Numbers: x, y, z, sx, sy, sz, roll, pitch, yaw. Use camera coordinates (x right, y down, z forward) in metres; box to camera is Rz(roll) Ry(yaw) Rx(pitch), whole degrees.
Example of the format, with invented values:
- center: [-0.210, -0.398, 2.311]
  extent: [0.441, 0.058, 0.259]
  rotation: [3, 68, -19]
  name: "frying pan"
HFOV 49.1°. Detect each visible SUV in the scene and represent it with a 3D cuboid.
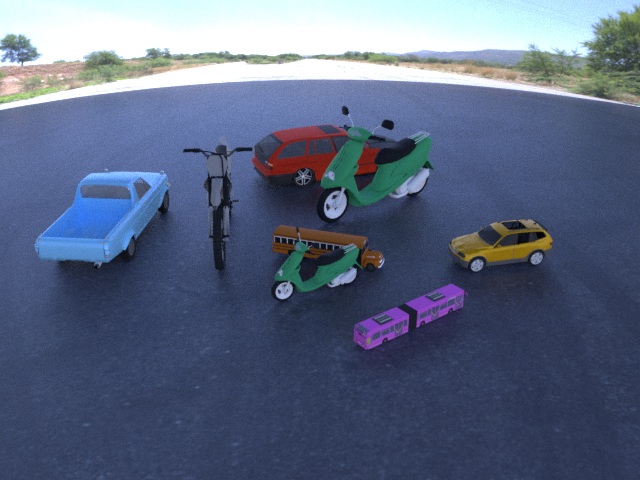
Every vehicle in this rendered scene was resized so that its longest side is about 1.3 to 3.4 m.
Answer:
- center: [2.737, 0.047, 10.604]
  extent: [1.572, 0.580, 0.656]
  rotation: [-6, 26, -12]
  name: "SUV"

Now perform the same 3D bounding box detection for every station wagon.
- center: [0.233, -1.800, 14.075]
  extent: [3.105, 0.920, 1.327]
  rotation: [-10, 27, -20]
  name: "station wagon"

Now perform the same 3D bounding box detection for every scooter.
- center: [1.021, -1.396, 12.224]
  extent: [2.721, 1.786, 1.288]
  rotation: [-19, 31, -34]
  name: "scooter"
- center: [-0.034, 0.315, 9.649]
  extent: [1.399, 0.919, 0.662]
  rotation: [-12, 28, -24]
  name: "scooter"

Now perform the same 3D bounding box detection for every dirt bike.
- center: [-1.542, -0.763, 11.038]
  extent: [1.024, 1.666, 2.903]
  rotation: [-2, 26, -4]
  name: "dirt bike"

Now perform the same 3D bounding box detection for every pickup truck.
- center: [-3.384, -0.503, 11.275]
  extent: [1.244, 0.993, 3.117]
  rotation: [2, 26, 5]
  name: "pickup truck"

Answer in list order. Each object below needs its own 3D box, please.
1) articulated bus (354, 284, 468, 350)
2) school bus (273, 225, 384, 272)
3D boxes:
- center: [1.183, 0.969, 9.011]
  extent: [1.749, 0.289, 0.311]
  rotation: [-18, 31, -33]
  name: "articulated bus"
- center: [0.129, 0.115, 10.630]
  extent: [1.708, 0.434, 0.365]
  rotation: [8, 27, 17]
  name: "school bus"
